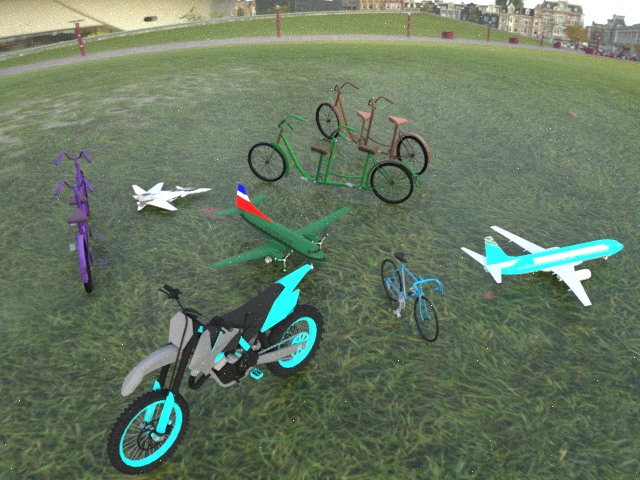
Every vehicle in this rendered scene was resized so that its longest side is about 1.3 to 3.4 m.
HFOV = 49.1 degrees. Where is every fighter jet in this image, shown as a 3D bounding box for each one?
[{"bbox_3d":[-2.563,-0.851,12.229,1.358,0.286,1.147,-12,32,-19],"label":"fighter jet"}]

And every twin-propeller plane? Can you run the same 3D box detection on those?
[{"bbox_3d":[-0.635,-0.195,10.600,2.663,0.792,2.129,-25,38,-36],"label":"twin-propeller plane"}]

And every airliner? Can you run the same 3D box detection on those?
[{"bbox_3d":[3.370,0.108,10.036,2.541,0.835,2.257,-11,32,-18],"label":"airliner"}]

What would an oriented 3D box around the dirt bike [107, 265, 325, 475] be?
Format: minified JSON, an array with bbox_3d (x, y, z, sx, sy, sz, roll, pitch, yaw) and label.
[{"bbox_3d":[-0.974,1.212,7.314,1.024,1.666,2.903,26,39,37],"label":"dirt bike"}]

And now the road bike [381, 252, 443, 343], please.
[{"bbox_3d":[1.149,0.658,9.075,0.358,0.852,1.545,-12,32,-19],"label":"road bike"}]

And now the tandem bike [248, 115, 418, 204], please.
[{"bbox_3d":[0.163,-1.412,12.160,3.192,1.326,0.550,11,32,18],"label":"tandem bike"}]

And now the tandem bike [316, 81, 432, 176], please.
[{"bbox_3d":[0.958,-2.230,13.564,0.550,1.326,3.192,-23,38,-34],"label":"tandem bike"}]

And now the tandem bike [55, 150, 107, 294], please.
[{"bbox_3d":[-3.575,-0.427,10.469,0.550,1.326,3.192,-9,31,-15],"label":"tandem bike"}]
